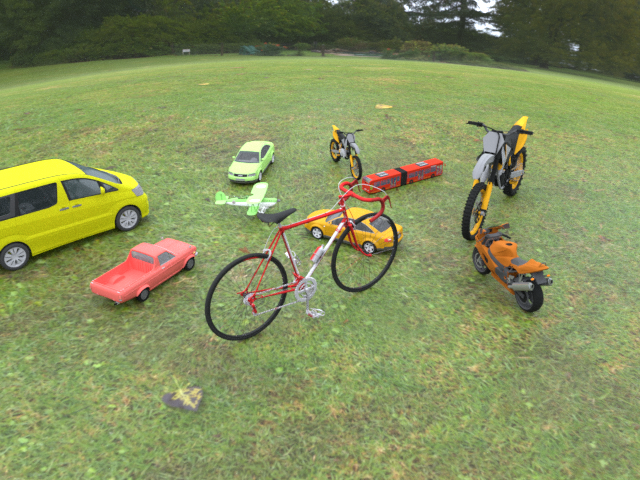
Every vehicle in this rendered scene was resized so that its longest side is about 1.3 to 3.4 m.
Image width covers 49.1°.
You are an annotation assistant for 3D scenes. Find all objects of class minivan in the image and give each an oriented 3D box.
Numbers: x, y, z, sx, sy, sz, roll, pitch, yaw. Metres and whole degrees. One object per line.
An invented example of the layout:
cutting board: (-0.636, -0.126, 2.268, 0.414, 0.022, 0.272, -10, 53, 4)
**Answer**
minivan: (-4.137, -0.553, 10.728, 3.011, 1.197, 1.324, -24, 36, -37)

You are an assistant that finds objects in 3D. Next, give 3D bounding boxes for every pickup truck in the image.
pickup truck: (-2.409, 0.369, 9.714, 0.640, 0.511, 1.603, 15, 31, 26)

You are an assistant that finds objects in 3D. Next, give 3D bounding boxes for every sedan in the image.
sedan: (-1.302, -1.549, 13.382, 0.635, 0.483, 1.613, 5, 28, 10)
sedan: (0.504, -0.231, 10.882, 1.613, 0.483, 0.635, 16, 32, 27)

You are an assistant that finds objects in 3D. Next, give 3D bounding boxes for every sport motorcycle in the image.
sport motorcycle: (2.529, 0.339, 9.437, 0.506, 0.821, 1.520, -11, 30, -20)

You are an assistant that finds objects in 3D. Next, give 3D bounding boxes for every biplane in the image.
biplane: (-1.195, -0.656, 11.665, 1.090, 0.504, 1.336, 1, 28, 2)

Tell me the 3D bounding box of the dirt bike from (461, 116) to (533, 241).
dirt bike: (2.919, -1.152, 11.359, 1.024, 1.666, 2.903, 16, 32, 27)

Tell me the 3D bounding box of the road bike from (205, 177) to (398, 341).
road bike: (-0.128, 0.213, 8.781, 3.004, 1.656, 0.697, -19, 33, -32)

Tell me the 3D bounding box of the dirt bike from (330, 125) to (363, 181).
dirt bike: (0.495, -1.725, 13.315, 0.527, 0.857, 1.493, -10, 29, -18)

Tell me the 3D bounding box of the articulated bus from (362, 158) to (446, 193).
articulated bus: (1.549, -1.188, 12.907, 1.749, 0.289, 0.311, -17, 32, -29)
